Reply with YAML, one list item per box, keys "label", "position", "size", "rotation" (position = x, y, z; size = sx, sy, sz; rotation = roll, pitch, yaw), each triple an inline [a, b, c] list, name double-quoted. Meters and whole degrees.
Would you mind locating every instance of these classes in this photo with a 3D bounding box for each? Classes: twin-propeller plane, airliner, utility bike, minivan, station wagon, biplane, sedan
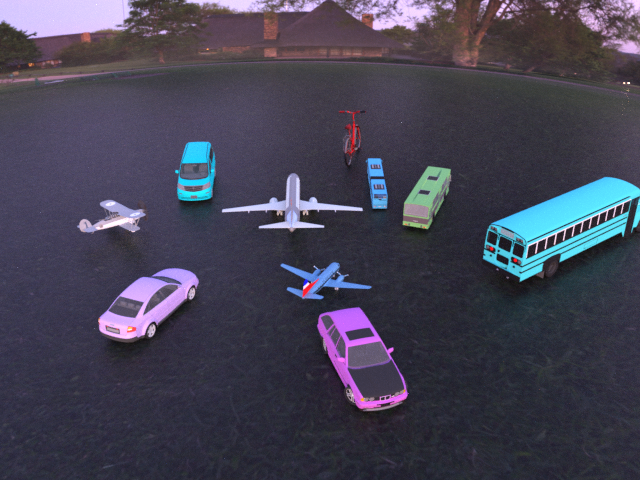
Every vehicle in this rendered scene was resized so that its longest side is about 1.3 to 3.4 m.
- label: "twin-propeller plane"
  position: [0.020, 0.503, 9.464]
  size: [1.370, 0.407, 1.095]
  rotation: [13, 30, 24]
- label: "airliner"
  position: [-0.449, -0.780, 11.445]
  size: [2.257, 0.835, 2.541]
  rotation: [-1, 28, -1]
- label: "utility bike"
  position: [0.592, -2.044, 13.733]
  size: [0.535, 0.946, 1.435]
  rotation: [7, 28, 13]
- label: "minivan"
  position: [-2.208, -1.235, 12.549]
  size: [0.681, 0.616, 1.548]
  rotation: [-2, 28, -4]
- label: "station wagon"
  position: [0.455, 1.273, 7.925]
  size: [0.682, 0.473, 1.597]
  rotation: [-8, 29, -15]
- label: "biplane"
  position: [-3.219, -0.310, 10.907]
  size: [1.090, 0.504, 1.336]
  rotation: [-22, 35, -35]
- label: "sedan"
  position: [-2.150, 0.737, 8.935]
  size: [0.635, 0.483, 1.613]
  rotation: [11, 30, 20]

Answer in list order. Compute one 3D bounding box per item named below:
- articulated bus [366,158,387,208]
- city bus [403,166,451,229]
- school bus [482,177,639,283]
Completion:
- label: "articulated bus"
  position: [1.016, -1.029, 12.507]
  size: [0.311, 0.289, 1.749]
  rotation: [0, 28, 0]
- label: "city bus"
  position: [1.805, -0.710, 11.716]
  size: [0.476, 0.460, 1.674]
  rotation: [10, 29, 18]
- label: "school bus"
  position: [3.792, -0.238, 10.405]
  size: [3.322, 0.844, 0.709]
  rotation: [-20, 33, -33]
